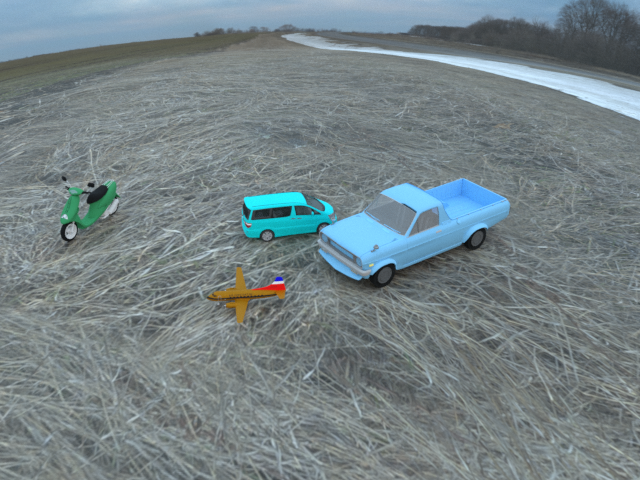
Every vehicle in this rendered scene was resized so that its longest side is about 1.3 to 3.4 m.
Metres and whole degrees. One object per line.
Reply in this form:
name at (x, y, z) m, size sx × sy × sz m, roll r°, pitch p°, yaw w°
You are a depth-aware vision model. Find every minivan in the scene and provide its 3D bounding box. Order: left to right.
minivan at (-0.493, -0.427, 11.403) m, size 1.548 × 0.616 × 0.681 m, roll -7°, pitch 30°, yaw -13°

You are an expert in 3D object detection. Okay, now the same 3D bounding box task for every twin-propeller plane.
twin-propeller plane at (-1.015, 0.704, 9.629) m, size 1.095 × 0.407 × 1.370 m, roll -3°, pitch 30°, yaw -5°

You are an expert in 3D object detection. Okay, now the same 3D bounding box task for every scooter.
scooter at (-3.780, -0.632, 11.456) m, size 0.662 × 0.919 × 1.399 m, roll 13°, pitch 32°, yaw 22°

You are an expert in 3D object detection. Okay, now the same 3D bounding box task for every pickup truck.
pickup truck at (1.495, -0.297, 10.793) m, size 3.117 × 0.993 × 1.244 m, roll -19°, pitch 35°, yaw -30°
